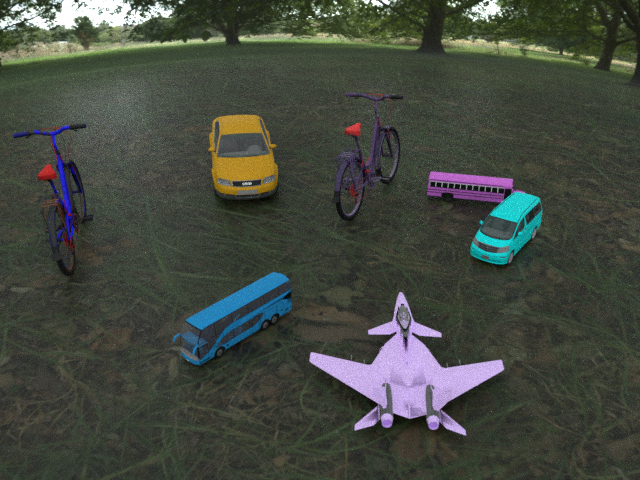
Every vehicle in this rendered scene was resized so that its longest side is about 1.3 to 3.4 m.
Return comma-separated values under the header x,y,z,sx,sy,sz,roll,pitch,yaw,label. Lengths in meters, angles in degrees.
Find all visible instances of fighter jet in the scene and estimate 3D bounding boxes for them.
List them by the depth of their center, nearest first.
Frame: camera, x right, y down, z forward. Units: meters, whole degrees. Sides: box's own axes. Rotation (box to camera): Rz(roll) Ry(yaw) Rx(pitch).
x,y,z,sx,sy,sz,roll,pitch,yaw,label
1.009,1.185,8.237,2.229,0.557,2.640,2,29,3,fighter jet

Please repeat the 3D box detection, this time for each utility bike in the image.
x,y,z,sx,sy,sz,roll,pitch,yaw,label
-3.896,-0.702,10.367,1.039,1.839,2.791,-5,29,-10,utility bike
0.750,-1.532,11.892,1.039,1.839,2.791,14,31,23,utility bike

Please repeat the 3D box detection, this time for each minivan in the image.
x,y,z,sx,sy,sz,roll,pitch,yaw,label
2.869,-0.190,10.704,0.681,0.616,1.548,19,34,31,minivan

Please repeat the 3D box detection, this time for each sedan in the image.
x,y,z,sx,sy,sz,roll,pitch,yaw,label
-1.470,-1.710,13.161,1.235,0.940,3.137,-4,29,-8,sedan

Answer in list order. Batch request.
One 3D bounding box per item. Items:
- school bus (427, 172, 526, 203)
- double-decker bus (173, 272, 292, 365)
x,y,z,sx,sy,sz,roll,pitch,yaw,label
2.734,-0.878,12.159,1.708,0.434,0.365,7,29,12,school bus
-1.030,0.965,8.659,0.389,0.541,1.672,23,36,36,double-decker bus
